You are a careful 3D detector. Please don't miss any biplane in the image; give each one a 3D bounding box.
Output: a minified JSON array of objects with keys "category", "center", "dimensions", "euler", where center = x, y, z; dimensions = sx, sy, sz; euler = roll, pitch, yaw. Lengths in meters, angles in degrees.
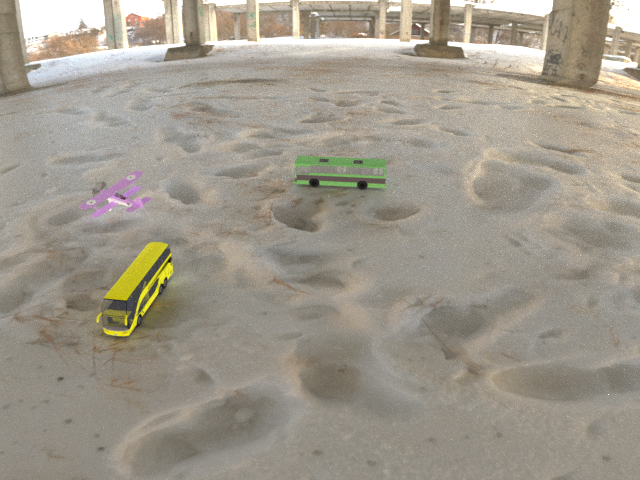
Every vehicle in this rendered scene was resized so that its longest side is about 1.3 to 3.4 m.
[{"category":"biplane","center":[-3.370,-0.681,11.769],"dimensions":[1.090,0.504,1.336],"euler":[18,33,30]}]

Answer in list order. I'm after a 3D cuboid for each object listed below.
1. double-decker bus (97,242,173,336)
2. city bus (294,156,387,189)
[{"category":"double-decker bus","center":[-2.394,0.637,9.239],"dimensions":[0.389,0.541,1.672],"euler":[5,28,8]},{"category":"city bus","center":[0.376,-1.232,12.858],"dimensions":[1.674,0.460,0.476],"euler":[3,28,6]}]
